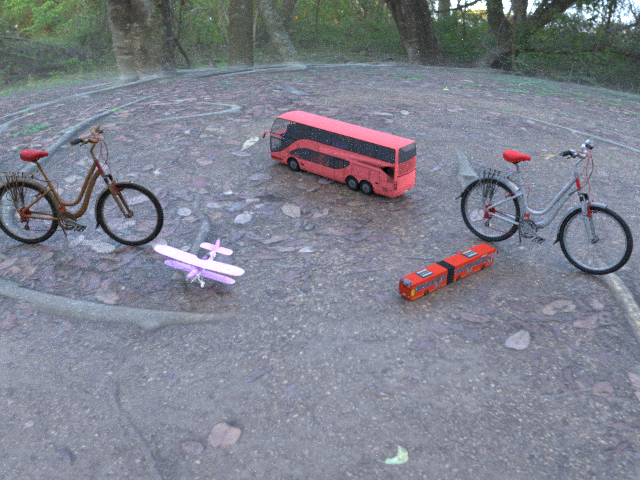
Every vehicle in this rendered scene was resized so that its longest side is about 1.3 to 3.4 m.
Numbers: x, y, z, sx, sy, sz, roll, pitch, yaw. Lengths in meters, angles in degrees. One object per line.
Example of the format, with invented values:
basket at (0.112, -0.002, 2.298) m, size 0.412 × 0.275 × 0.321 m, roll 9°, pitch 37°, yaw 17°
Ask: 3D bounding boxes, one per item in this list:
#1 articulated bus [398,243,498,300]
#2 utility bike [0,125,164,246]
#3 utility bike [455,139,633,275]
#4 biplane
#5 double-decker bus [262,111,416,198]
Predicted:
articulated bus at (1.845, 0.438, 9.998) m, size 1.749 × 0.289 × 0.311 m, roll -19°, pitch 33°, yaw -33°
utility bike at (-3.785, -0.809, 10.723) m, size 2.791 × 1.839 × 1.039 m, roll 1°, pitch 27°, yaw 3°
utility bike at (3.325, -0.639, 10.393) m, size 2.791 × 1.839 × 1.039 m, roll 21°, pitch 34°, yaw 35°
biplane at (-1.639, 0.335, 9.962) m, size 1.336 × 0.504 × 1.090 m, roll 8°, pitch 28°, yaw 15°
double-decker bus at (0.324, -1.679, 13.265) m, size 3.251 × 1.052 × 0.756 m, roll 22°, pitch 34°, yaw 35°
